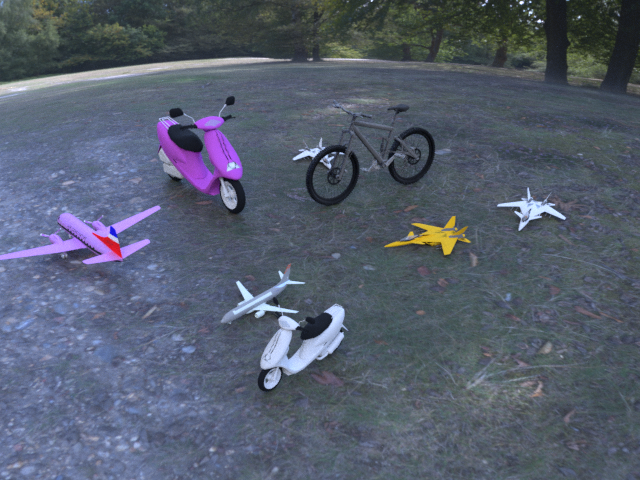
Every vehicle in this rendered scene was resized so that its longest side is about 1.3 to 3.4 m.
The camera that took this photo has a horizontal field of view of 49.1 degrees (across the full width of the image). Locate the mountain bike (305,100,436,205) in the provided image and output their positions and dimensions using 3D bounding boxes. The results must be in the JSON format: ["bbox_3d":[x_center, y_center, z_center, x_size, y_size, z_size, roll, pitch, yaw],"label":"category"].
[{"bbox_3d":[0.963,-1.609,12.447,2.857,1.688,1.114,-17,31,-29],"label":"mountain bike"}]

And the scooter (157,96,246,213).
[{"bbox_3d":[-2.165,-1.628,12.376,1.288,1.786,2.721,-21,34,-36],"label":"scooter"}]

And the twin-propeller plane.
[{"bbox_3d":[-3.486,-0.128,10.522,2.663,0.792,2.129,-22,34,-37],"label":"twin-propeller plane"}]

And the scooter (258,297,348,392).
[{"bbox_3d":[-0.184,1.095,7.977,0.662,0.919,1.399,24,35,39],"label":"scooter"}]

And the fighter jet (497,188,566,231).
[{"bbox_3d":[3.541,-0.501,11.813,1.147,0.286,1.358,14,30,25],"label":"fighter jet"}]

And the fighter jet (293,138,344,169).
[{"bbox_3d":[0.034,-1.729,14.229,1.147,0.286,1.358,-8,28,-16],"label":"fighter jet"}]

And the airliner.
[{"bbox_3d":[-0.820,0.721,9.251,1.161,0.429,1.307,22,34,37],"label":"airliner"}]

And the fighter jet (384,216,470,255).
[{"bbox_3d":[1.631,-0.075,10.974,1.358,0.286,1.147,-9,28,-17],"label":"fighter jet"}]
